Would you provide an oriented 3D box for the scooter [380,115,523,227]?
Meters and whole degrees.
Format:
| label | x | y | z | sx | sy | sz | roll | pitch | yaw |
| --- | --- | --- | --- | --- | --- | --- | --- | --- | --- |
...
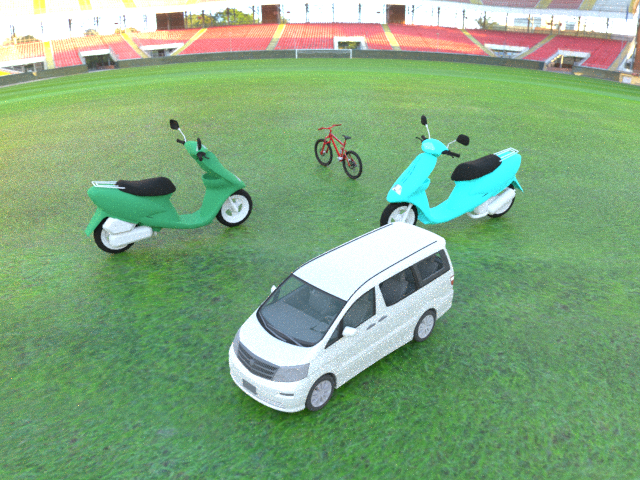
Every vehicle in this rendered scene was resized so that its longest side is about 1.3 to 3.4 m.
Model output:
| label | x | y | z | sx | sy | sz | roll | pitch | yaw |
| --- | --- | --- | --- | --- | --- | --- | --- | --- | --- |
| scooter | 2.187 | -1.028 | 11.275 | 2.721 | 1.786 | 1.288 | -12 | 29 | -22 |

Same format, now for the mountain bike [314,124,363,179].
| label | x | y | z | sx | sy | sz | roll | pitch | yaw |
| --- | --- | --- | --- | --- | --- | --- | --- | --- | --- |
| mountain bike | 0.349 | -1.751 | 13.764 | 0.573 | 0.868 | 1.469 | -19 | 32 | -33 |

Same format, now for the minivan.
| label | x | y | z | sx | sy | sz | roll | pitch | yaw |
| --- | --- | --- | --- | --- | --- | --- | --- | --- | --- |
| minivan | 0.312 | 0.806 | 8.243 | 3.011 | 1.197 | 1.324 | -24 | 35 | -39 |

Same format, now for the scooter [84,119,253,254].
| label | x | y | z | sx | sy | sz | roll | pitch | yaw |
| --- | --- | --- | --- | --- | --- | --- | --- | --- | --- |
| scooter | -2.312 | -0.812 | 10.839 | 2.721 | 1.786 | 1.288 | -14 | 30 | -26 |
